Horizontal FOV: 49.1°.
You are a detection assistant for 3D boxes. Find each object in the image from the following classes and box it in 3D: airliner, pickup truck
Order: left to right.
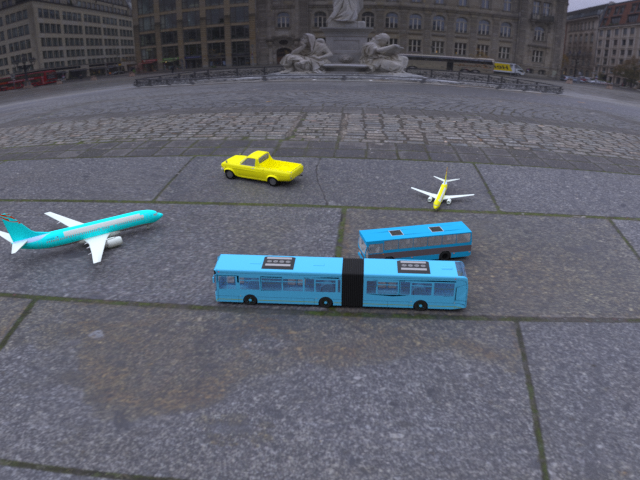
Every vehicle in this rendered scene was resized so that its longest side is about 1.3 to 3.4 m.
[{"bbox_3d":[-3.655,-0.308,10.967,2.541,0.835,2.257,-18,31,-33],"label":"airliner"},{"bbox_3d":[-1.140,-1.441,13.705,1.603,0.511,0.640,11,28,22],"label":"pickup truck"},{"bbox_3d":[2.209,-0.926,12.726,1.161,0.429,1.307,8,27,16],"label":"airliner"}]

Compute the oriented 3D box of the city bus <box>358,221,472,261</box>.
[{"bbox_3d":[1.435,0.071,10.611,1.674,0.460,0.476,-5,26,-11],"label":"city bus"}]

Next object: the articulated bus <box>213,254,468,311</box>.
[{"bbox_3d":[0.252,0.562,9.471,3.401,0.561,0.605,2,26,3],"label":"articulated bus"}]
